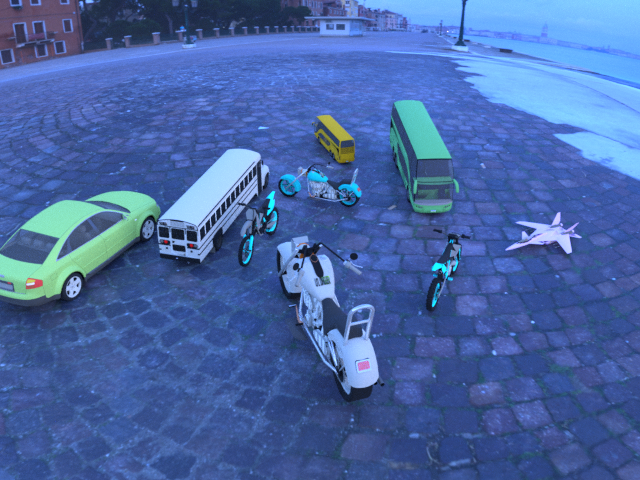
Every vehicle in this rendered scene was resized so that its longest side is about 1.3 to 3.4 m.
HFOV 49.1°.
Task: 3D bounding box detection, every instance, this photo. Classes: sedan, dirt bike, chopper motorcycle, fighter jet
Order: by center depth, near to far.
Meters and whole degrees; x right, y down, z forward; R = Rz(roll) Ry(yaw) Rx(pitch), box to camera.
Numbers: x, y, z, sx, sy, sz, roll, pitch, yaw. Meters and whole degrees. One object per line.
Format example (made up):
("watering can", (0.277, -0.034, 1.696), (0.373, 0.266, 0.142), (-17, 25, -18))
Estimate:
("chopper motorcycle", (-0.007, 0.665, 8.668), (0.906, 1.480, 3.040), (-10, 32, -17))
("dirt bike", (1.768, 0.341, 9.850), (0.527, 0.857, 1.493), (14, 33, 22))
("sedan", (-3.620, -0.094, 10.518), (1.235, 0.940, 3.137), (12, 32, 20))
("dirt bike", (-0.940, -0.234, 10.842), (0.527, 0.857, 1.493), (10, 31, 16))
("fighter jet", (3.482, -0.086, 11.156), (1.358, 0.286, 1.147), (-16, 34, -25))
("chopper motorcycle", (-0.013, -1.016, 12.290), (1.563, 0.761, 0.466), (12, 32, 20))

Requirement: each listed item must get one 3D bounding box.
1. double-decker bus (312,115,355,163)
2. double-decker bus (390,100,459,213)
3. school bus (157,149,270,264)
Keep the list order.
("double-decker bus", (0.274, -2.102, 14.384), (0.389, 0.541, 1.672), (-10, 31, -16))
("double-decker bus", (1.840, -1.581, 12.976), (0.756, 1.052, 3.251), (-1, 30, -2))
("school bus", (-1.650, -0.711, 11.680), (0.709, 0.844, 3.322), (8, 31, 13))
